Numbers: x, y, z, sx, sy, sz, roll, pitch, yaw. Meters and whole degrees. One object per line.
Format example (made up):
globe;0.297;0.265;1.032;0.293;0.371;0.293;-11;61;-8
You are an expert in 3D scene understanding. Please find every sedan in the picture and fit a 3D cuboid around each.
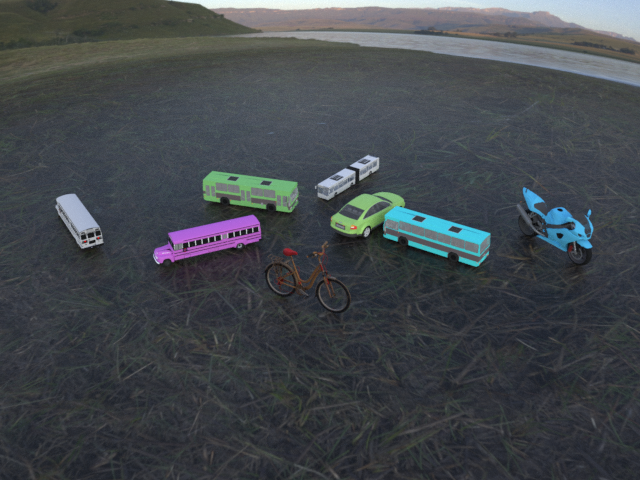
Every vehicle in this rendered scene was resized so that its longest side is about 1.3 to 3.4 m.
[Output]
sedan;0.841;-0.515;11.918;0.635;0.483;1.613;23;37;34

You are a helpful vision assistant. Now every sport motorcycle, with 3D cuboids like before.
sport motorcycle;3.718;-0.219;11.069;0.506;0.821;1.520;-16;34;-26

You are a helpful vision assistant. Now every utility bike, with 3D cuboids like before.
utility bike;-0.184;0.460;9.769;1.435;0.946;0.535;15;33;25

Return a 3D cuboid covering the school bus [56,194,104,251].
school bus;-4.052;-0.347;11.676;0.365;0.434;1.708;-18;34;-28

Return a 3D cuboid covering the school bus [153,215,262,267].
school bus;-1.782;0.004;11.070;1.708;0.434;0.365;-13;33;-22

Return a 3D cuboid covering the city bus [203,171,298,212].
city bus;-1.241;-0.849;12.518;1.674;0.460;0.476;9;31;15

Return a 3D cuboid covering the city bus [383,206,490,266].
city bus;1.835;-0.055;11.144;1.674;0.460;0.476;19;35;29

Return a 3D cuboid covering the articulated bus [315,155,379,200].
articulated bus;0.554;-1.206;13.308;0.311;0.289;1.749;20;36;31
